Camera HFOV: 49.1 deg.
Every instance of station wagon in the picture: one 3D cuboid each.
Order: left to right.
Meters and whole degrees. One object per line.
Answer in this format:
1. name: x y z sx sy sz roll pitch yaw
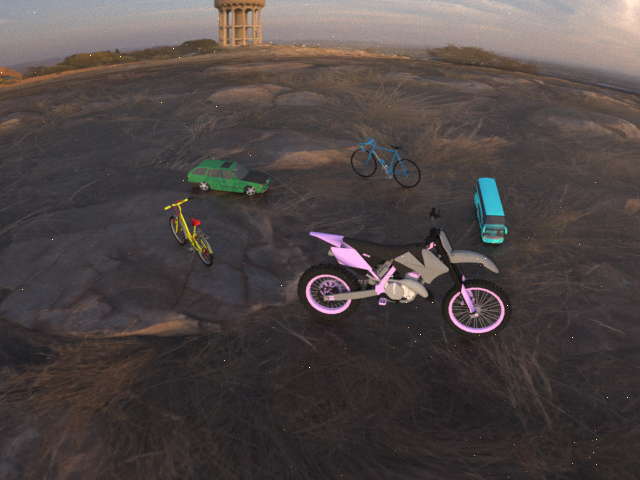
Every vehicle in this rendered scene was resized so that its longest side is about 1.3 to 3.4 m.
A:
1. station wagon: -1.763 -1.248 13.630 1.597 0.473 0.682 7 30 12

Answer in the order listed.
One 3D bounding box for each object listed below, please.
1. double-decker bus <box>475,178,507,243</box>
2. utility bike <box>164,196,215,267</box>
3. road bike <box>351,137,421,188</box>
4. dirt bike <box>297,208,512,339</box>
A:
1. double-decker bus: 2.967 -0.516 12.263 0.389 0.541 1.672 3 30 5
2. utility bike: -2.120 -0.142 11.185 0.535 0.946 1.435 -21 36 -32
3. road bike: 1.279 -1.523 13.734 1.545 0.852 0.358 17 34 27
4. dirt bike: 1.109 0.493 9.323 2.903 1.666 1.024 6 30 11
